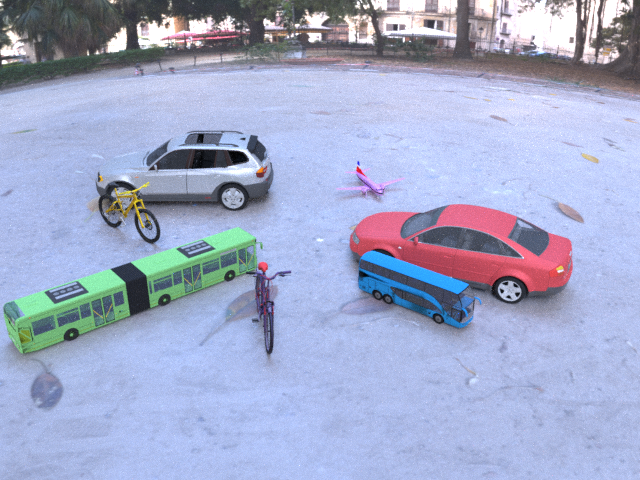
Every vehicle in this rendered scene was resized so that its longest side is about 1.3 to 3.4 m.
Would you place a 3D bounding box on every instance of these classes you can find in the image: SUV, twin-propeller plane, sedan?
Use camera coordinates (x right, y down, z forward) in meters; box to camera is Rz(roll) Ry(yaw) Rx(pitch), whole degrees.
[{"bbox_3d":[-2.344,-1.264,12.208,3.058,1.128,1.276,0,27,1],"label":"SUV"},{"bbox_3d":[0.882,-1.083,12.648,1.370,0.407,1.095,-10,29,-20],"label":"twin-propeller plane"},{"bbox_3d":[1.937,0.028,9.870,3.137,0.940,1.235,12,29,22],"label":"sedan"}]

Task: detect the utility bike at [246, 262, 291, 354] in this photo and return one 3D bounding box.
[{"bbox_3d":[-0.636,0.691,8.558,0.535,0.946,1.435,-5,27,-10],"label":"utility bike"}]

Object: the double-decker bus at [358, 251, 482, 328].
[{"bbox_3d":[1.253,0.640,9.105,1.672,0.541,0.389,20,33,33],"label":"double-decker bus"}]

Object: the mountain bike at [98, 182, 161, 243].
[{"bbox_3d":[-3.019,-0.480,10.950,1.469,0.868,0.573,20,33,33],"label":"mountain bike"}]

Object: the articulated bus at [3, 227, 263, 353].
[{"bbox_3d":[-2.314,0.581,9.198,3.401,0.561,0.605,-20,33,-34],"label":"articulated bus"}]
